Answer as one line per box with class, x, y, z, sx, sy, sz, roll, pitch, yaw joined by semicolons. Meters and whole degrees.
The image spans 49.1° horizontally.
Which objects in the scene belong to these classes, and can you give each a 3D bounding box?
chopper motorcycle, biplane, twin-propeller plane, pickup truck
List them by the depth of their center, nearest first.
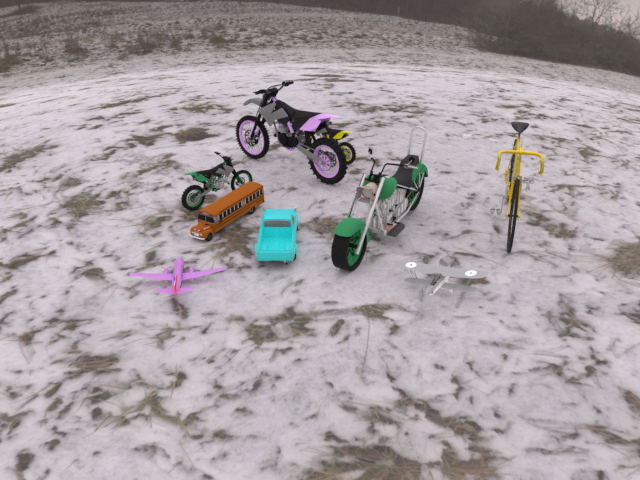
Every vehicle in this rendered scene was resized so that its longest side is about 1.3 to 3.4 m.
biplane;1.576;0.591;9.640;1.336;0.504;1.090;16;32;28
twin-propeller plane;-2.034;0.467;9.981;1.370;0.407;1.095;-3;28;-6
pickup truck;-0.664;-0.126;11.003;0.640;0.511;1.603;0;28;0
chopper motorcycle;1.005;-0.714;11.080;0.906;1.480;3.040;15;31;26

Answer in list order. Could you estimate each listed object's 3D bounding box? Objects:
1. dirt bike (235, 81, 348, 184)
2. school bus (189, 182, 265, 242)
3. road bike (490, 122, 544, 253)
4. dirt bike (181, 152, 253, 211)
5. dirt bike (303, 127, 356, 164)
dirt bike;-0.630;-2.120;13.566;2.903;1.666;1.024;22;34;35
school bus;-1.557;-0.493;11.786;0.365;0.434;1.708;15;31;26
road bike;3.185;-1.008;11.452;0.696;1.656;3.004;6;28;12
dirt bike;-1.827;-1.070;12.434;1.493;0.857;0.527;-22;35;-35
dirt bike;0.134;-2.082;14.367;1.493;0.857;0.527;21;34;35
